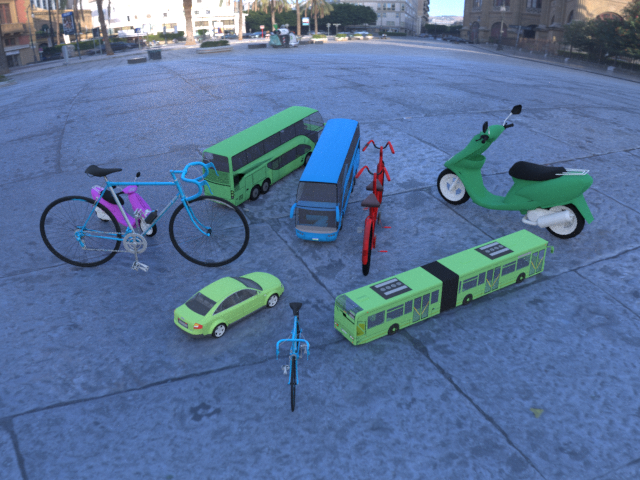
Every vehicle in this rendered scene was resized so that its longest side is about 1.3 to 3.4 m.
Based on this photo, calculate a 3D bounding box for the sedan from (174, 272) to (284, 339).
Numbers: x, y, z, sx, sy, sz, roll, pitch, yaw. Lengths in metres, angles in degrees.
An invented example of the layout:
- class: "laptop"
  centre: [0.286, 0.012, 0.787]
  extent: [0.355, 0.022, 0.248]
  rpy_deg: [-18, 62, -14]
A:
- class: "sedan"
  centre: [-1.161, 0.763, 9.167]
  extent: [0.635, 0.483, 1.613]
  rpy_deg: [24, 37, 37]

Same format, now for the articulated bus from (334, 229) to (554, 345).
- class: "articulated bus"
  centre: [1.731, 0.578, 9.425]
  extent: [3.401, 0.561, 0.605]
  rpy_deg: [-17, 33, -28]

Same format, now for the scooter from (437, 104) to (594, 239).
- class: "scooter"
  centre: [3.109, -1.107, 11.232]
  extent: [2.721, 1.786, 1.288]
  rpy_deg: [22, 35, 34]

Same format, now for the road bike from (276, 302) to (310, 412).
- class: "road bike"
  centre: [-0.283, 1.220, 7.949]
  extent: [0.358, 0.852, 1.545]
  rpy_deg: [0, 29, 1]

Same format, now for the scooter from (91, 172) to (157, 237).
- class: "scooter"
  centre: [-3.176, -0.598, 11.205]
  extent: [1.399, 0.919, 0.662]
  rpy_deg: [16, 33, 27]

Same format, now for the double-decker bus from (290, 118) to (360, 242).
- class: "double-decker bus"
  centre: [0.180, -1.069, 11.927]
  extent: [0.756, 1.052, 3.251]
  rpy_deg: [5, 29, 8]

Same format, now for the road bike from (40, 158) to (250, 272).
- class: "road bike"
  centre: [-2.515, -0.330, 9.945]
  extent: [3.004, 1.656, 0.697]
  rpy_deg: [0, 29, 0]

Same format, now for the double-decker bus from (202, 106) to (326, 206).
- class: "double-decker bus"
  centre: [-0.927, -1.634, 12.961]
  extent: [0.756, 1.052, 3.251]
  rpy_deg: [16, 32, 26]

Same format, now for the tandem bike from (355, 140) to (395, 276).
- class: "tandem bike"
  centre: [0.850, -0.651, 10.877]
  extent: [0.550, 1.326, 3.192]
  rpy_deg: [4, 29, 8]
